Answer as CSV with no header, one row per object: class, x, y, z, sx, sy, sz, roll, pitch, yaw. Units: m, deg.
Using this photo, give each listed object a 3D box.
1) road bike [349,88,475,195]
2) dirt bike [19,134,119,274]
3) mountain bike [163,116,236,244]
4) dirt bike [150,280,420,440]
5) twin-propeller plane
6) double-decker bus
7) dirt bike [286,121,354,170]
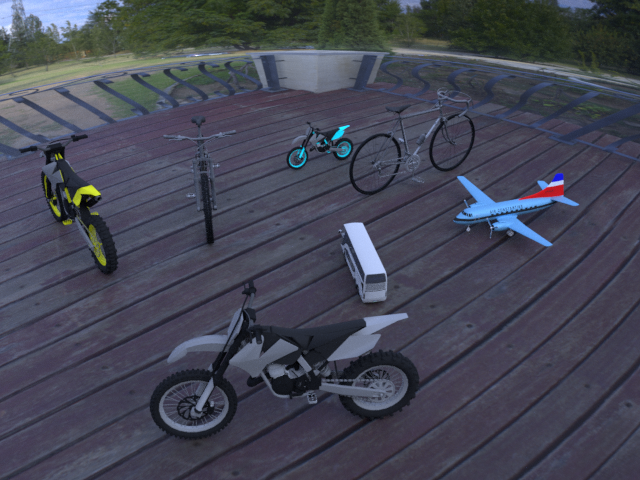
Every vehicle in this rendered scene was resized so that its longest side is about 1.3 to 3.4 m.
road bike,1.769,-1.822,12.852,3.004,1.656,0.696,-18,35,-29
dirt bike,-3.846,-0.659,10.818,1.024,1.666,2.903,-21,36,-31
mountain bike,-1.953,-1.173,11.691,1.114,1.688,2.857,-5,30,-9
dirt bike,-0.342,1.349,7.325,2.903,1.666,1.024,-5,30,-8
twin-propeller plane,3.164,-0.615,11.619,2.129,0.792,2.663,-10,32,-18
double-decker bus,0.620,0.283,10.309,0.389,0.541,1.672,-5,30,-9
dirt bike,0.015,-1.875,13.747,1.493,0.857,0.527,-15,33,-24
